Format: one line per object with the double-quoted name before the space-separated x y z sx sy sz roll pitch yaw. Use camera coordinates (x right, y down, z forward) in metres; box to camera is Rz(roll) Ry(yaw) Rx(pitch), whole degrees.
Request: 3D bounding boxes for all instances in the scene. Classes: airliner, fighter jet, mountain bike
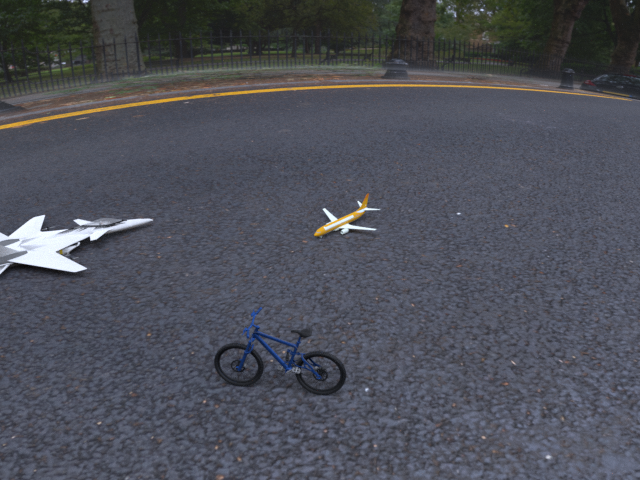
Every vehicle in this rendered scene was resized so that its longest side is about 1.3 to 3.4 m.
"airliner" 0.371 -0.385 11.356 1.161 0.429 1.307 24 35 39
"fighter jet" -3.834 -0.155 10.753 2.640 0.557 2.229 -17 31 -30
"mountain bike" -0.443 1.266 7.560 1.469 0.868 0.573 4 27 9
